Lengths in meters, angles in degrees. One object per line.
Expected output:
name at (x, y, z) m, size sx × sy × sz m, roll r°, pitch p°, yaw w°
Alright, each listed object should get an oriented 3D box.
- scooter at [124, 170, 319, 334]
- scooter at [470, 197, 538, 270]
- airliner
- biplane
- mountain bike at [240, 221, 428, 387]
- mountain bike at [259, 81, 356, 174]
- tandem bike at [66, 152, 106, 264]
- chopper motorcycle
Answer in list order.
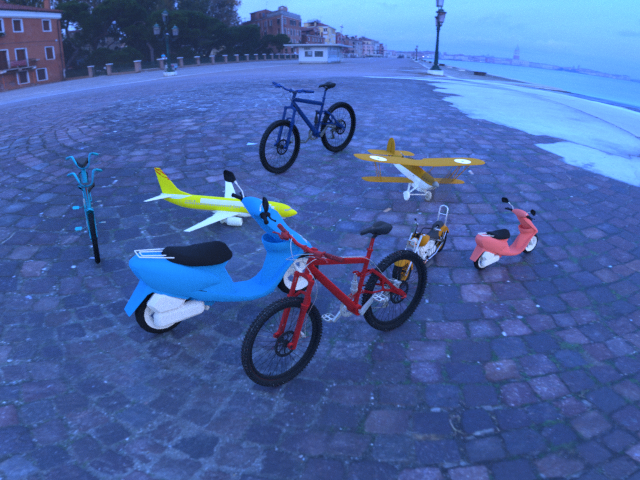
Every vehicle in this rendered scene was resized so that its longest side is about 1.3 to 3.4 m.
scooter at (-1.204, 0.170, 9.007) m, size 2.721 × 1.786 × 1.288 m, roll -14°, pitch 30°, yaw -27°
scooter at (2.819, -0.088, 10.515) m, size 1.399 × 0.919 × 0.662 m, roll -16°, pitch 30°, yaw -29°
airliner at (-1.641, -0.770, 11.995) m, size 2.541 × 0.835 × 2.257 m, roll 5°, pitch 27°, yaw 9°
biplane at (1.714, -1.337, 12.983) m, size 2.598 × 0.981 × 2.120 m, roll -9°, pitch 28°, yaw -18°
mountain bike at (0.265, 0.619, 8.206) m, size 2.857 × 1.688 × 1.114 m, roll -20°, pitch 33°, yaw -35°
mountain bike at (-0.200, -2.413, 14.368) m, size 1.114 × 1.688 × 2.857 m, roll 22°, pitch 34°, yaw 37°
tandem bike at (-3.805, -0.766, 11.432) m, size 0.550 × 1.326 × 3.192 m, roll -9°, pitch 28°, yaw -18°
chopper motorcycle at (1.512, 0.059, 10.394) m, size 0.466 × 0.761 × 1.563 m, roll 17°, pitch 31°, yaw 31°
